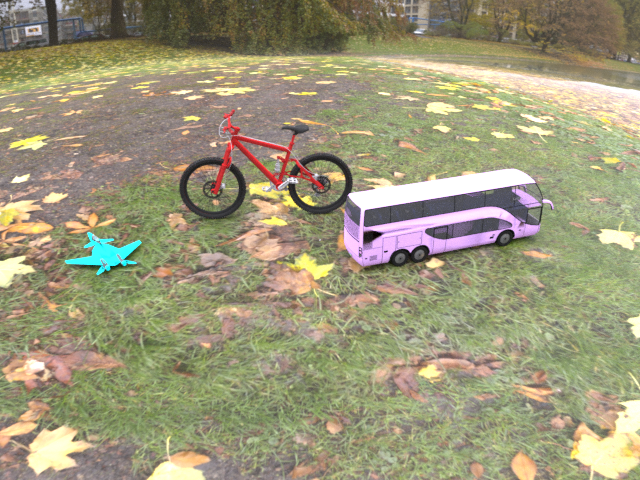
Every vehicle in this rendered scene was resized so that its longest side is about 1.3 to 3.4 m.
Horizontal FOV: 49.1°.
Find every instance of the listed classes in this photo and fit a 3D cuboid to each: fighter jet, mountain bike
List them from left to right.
[{"bbox_3d":[-3.319,0.072,10.615,1.147,0.286,1.358,-18,33,-29],"label":"fighter jet"},{"bbox_3d":[-0.874,-1.156,11.415,2.857,1.688,1.114,-3,28,-5],"label":"mountain bike"}]

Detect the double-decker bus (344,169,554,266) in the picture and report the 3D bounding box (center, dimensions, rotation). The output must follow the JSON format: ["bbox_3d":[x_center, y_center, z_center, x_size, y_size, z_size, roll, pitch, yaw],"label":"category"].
[{"bbox_3d":[1.954,-0.369,10.626,3.251,1.052,0.756,-10,30,-18],"label":"double-decker bus"}]
